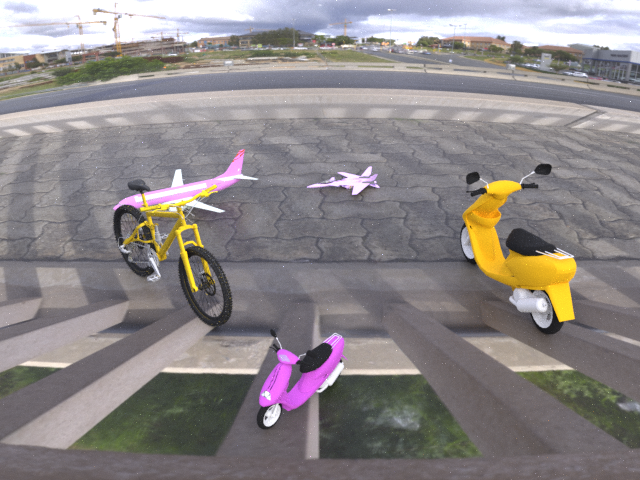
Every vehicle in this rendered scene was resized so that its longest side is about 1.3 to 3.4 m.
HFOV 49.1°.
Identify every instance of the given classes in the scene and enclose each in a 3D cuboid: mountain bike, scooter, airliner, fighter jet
[{"bbox_3d":[-2.092,0.038,9.449,1.114,1.688,2.857,-23,35,-37],"label":"mountain bike"},{"bbox_3d":[2.619,-0.026,9.468,1.288,1.786,2.721,-8,28,-15],"label":"scooter"},{"bbox_3d":[-0.181,1.400,7.605,0.662,0.919,1.399,22,34,37],"label":"scooter"},{"bbox_3d":[-2.448,-1.022,12.496,2.541,0.835,2.257,-14,30,-26],"label":"airliner"},{"bbox_3d":[0.410,-1.144,13.345,1.358,0.286,1.147,-6,27,-11],"label":"fighter jet"}]
